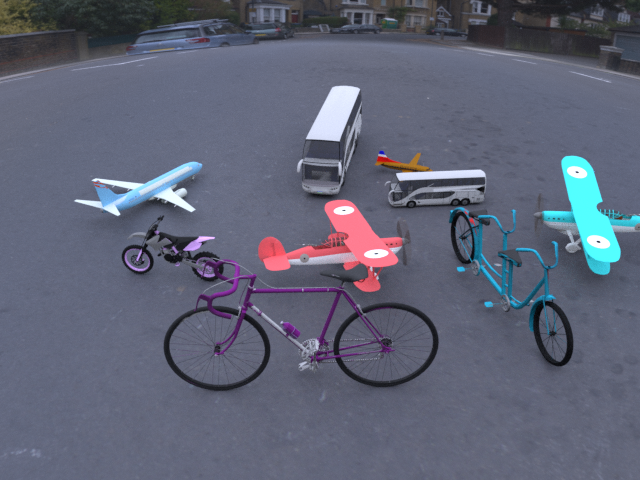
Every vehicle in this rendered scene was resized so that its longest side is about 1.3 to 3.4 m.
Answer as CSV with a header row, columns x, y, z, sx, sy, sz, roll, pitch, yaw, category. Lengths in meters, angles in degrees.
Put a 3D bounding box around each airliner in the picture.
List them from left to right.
x,y,z,sx,sy,sz,roll,pitch,yaw,category
-2.837,-1.045,11.833,2.257,0.835,2.541,17,34,27,airliner

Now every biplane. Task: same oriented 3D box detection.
x,y,z,sx,sy,sz,roll,pitch,yaw,category
0.206,0.134,9.650,2.120,0.981,2.598,-6,31,-10,biplane
4.234,-0.261,10.332,2.120,0.981,2.598,3,30,6,biplane

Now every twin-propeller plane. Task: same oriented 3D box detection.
x,y,z,sx,sy,sz,roll,pitch,yaw,category
1.564,-1.385,12.847,1.095,0.407,1.370,11,32,18,twin-propeller plane

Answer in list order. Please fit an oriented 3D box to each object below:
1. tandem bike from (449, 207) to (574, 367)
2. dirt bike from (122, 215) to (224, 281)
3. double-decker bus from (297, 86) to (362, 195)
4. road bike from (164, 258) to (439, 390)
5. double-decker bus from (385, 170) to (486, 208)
x,y,z,sx,sy,sz,roll,pitch,yaw,category
2.393,0.279,9.055,0.550,1.326,3.192,-8,31,-14,tandem bike
-2.076,0.159,9.730,1.493,0.857,0.527,5,30,8,dirt bike
0.266,-1.899,13.092,0.756,1.052,3.251,5,30,9,double-decker bus
-0.198,0.966,7.538,3.004,1.656,0.696,-1,30,-2,road bike
1.949,-0.868,11.821,1.672,0.541,0.389,-3,30,-5,double-decker bus
